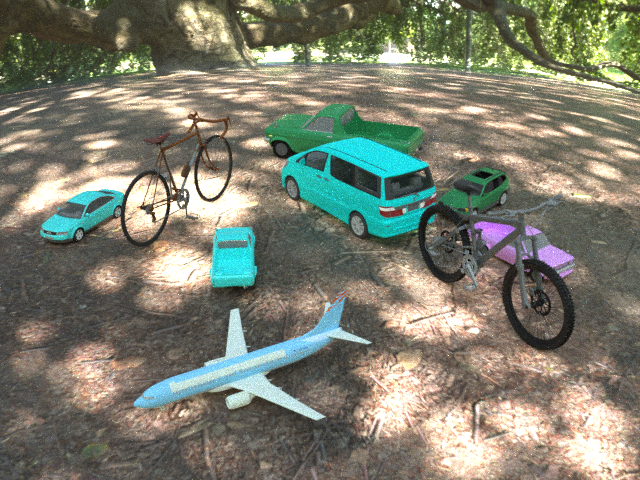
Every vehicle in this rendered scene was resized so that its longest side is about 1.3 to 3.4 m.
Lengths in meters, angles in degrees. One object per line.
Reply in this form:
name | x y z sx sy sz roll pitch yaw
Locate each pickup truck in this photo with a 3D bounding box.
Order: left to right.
pickup truck | -1.225 0.191 9.904 0.640 0.511 1.603 -3 27 -5
pickup truck | 0.455 -2.136 13.987 3.117 0.993 1.244 10 29 19
pickup truck | 2.886 0.071 10.143 0.640 0.511 1.603 -17 31 -30

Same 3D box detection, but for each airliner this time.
airliner | -0.776 1.198 7.546 2.541 0.835 2.257 -14 30 -25

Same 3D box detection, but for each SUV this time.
SUV | 2.605 -0.793 11.780 0.656 0.580 1.572 22 34 37

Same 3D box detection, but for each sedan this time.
sedan | -3.783 -0.450 11.208 0.635 0.483 1.613 11 29 21

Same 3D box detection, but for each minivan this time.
minivan | 0.536 -1.025 11.555 1.324 1.197 3.011 -18 32 -32

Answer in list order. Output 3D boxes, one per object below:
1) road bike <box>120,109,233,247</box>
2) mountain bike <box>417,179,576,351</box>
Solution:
road bike | -2.205 -1.066 11.126 0.696 1.656 3.004 12 29 22
mountain bike | 2.100 0.133 8.712 1.114 1.688 2.857 -14 30 -25
